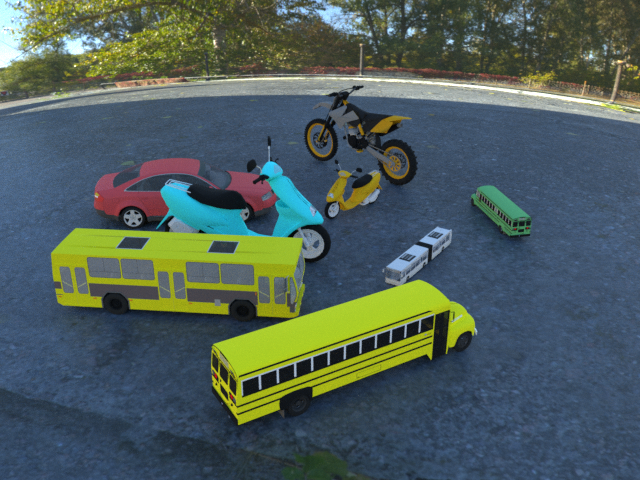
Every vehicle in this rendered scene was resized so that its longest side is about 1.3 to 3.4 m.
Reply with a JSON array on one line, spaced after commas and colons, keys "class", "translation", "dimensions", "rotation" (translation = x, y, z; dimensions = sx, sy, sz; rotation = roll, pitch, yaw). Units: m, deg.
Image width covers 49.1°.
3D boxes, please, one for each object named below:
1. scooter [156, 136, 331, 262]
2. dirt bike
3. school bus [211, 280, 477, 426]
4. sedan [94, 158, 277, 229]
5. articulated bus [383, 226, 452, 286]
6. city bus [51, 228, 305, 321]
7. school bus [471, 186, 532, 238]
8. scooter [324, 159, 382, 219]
[{"class": "scooter", "translation": [-1.178, -0.544, 10.517], "dimensions": [2.721, 1.786, 1.288], "rotation": [4, 26, 8]}, {"class": "dirt bike", "translation": [0.743, -2.131, 13.933], "dimensions": [2.903, 1.666, 1.024], "rotation": [22, 33, 38]}, {"class": "school bus", "translation": [0.410, 1.180, 8.035], "dimensions": [3.322, 0.844, 0.709], "rotation": [-15, 29, -27]}, {"class": "sedan", "translation": [-2.331, -0.898, 12.219], "dimensions": [3.137, 0.940, 1.235], "rotation": [-3, 26, -6]}, {"class": "articulated bus", "translation": [1.520, 0.224, 10.648], "dimensions": [0.311, 0.289, 1.749], "rotation": [17, 30, 31]}, {"class": "city bus", "translation": [-1.862, 0.468, 9.449], "dimensions": [3.255, 0.894, 0.926], "rotation": [3, 26, 5]}, {"class": "school bus", "translation": [3.073, -0.531, 12.041], "dimensions": [0.365, 0.434, 1.708], "rotation": [-5, 26, -11]}, {"class": "scooter", "translation": [0.599, -0.946, 12.343], "dimensions": [1.399, 0.919, 0.662], "rotation": [-22, 33, -38]}]
